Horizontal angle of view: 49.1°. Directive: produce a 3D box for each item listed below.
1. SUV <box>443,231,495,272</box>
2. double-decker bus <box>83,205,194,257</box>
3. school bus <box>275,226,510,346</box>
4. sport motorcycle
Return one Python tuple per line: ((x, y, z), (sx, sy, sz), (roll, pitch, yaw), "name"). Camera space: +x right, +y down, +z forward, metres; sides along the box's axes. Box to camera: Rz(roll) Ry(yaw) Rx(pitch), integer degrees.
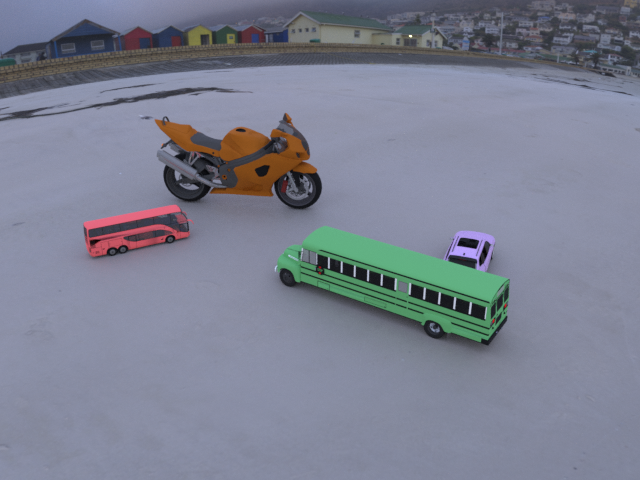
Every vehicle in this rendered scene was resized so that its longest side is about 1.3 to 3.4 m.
((2.203, 0.207, 10.362), (0.656, 0.580, 1.572), (10, 29, 18), "SUV")
((-2.867, -0.161, 11.116), (1.672, 0.541, 0.389), (-13, 30, -24), "double-decker bus")
((0.848, 0.520, 9.471), (3.322, 0.844, 0.709), (17, 32, 29), "school bus")
((-1.422, -1.362, 12.289), (2.955, 1.596, 0.983), (5, 28, 9), "sport motorcycle")
